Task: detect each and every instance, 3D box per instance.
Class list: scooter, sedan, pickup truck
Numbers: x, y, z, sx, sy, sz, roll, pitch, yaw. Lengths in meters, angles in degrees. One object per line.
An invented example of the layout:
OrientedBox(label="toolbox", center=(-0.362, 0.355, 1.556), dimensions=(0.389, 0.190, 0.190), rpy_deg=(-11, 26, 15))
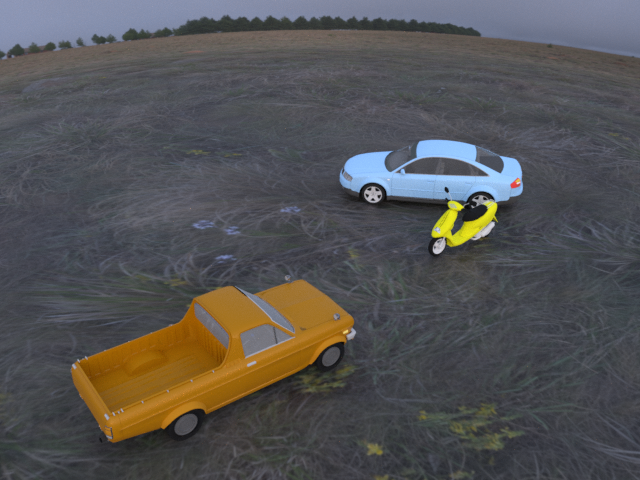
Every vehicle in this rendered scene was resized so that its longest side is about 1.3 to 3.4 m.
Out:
OrientedBox(label="scooter", center=(2.189, -0.318, 10.570), dimensions=(1.399, 0.919, 0.662), rpy_deg=(-19, 34, -29))
OrientedBox(label="sedan", center=(1.905, -1.194, 12.103), dimensions=(3.137, 0.940, 1.235), rpy_deg=(5, 30, 9))
OrientedBox(label="pickup truck", center=(-1.104, 1.188, 7.822), dimensions=(3.117, 0.993, 1.244), rpy_deg=(-20, 35, -31))
